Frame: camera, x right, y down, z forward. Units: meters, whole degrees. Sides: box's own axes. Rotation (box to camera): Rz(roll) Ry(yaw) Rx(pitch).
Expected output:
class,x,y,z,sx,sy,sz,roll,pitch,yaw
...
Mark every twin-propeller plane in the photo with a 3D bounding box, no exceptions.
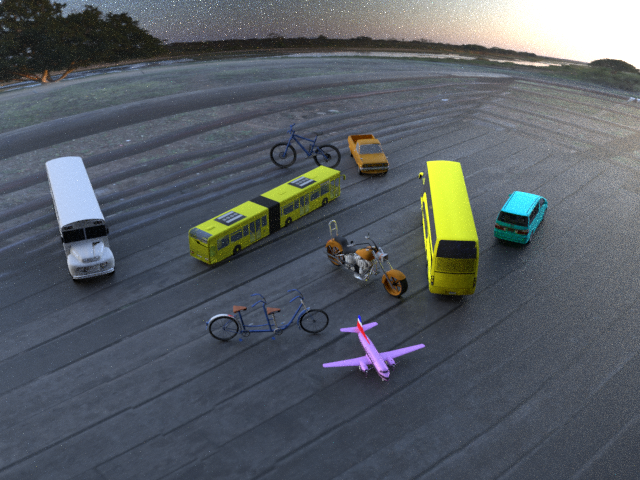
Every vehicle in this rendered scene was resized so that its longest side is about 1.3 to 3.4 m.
class,x,y,z,sx,sy,sz,roll,pitch,yaw
twin-propeller plane,0.660,1.383,8.888,1.370,0.407,1.095,-9,30,-15

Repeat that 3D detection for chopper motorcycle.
class,x,y,z,sx,sy,sz,roll,pitch,yaw
chopper motorcycle,0.678,0.273,10.523,1.563,0.761,0.466,26,38,38

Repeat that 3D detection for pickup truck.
class,x,y,z,sx,sy,sz,roll,pitch,yaw
pickup truck,0.995,-1.860,14.625,0.640,0.511,1.603,-4,29,-7

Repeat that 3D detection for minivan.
class,x,y,z,sx,sy,sz,roll,pitch,yaw
minivan,3.484,-0.481,12.033,0.681,0.616,1.548,15,32,25

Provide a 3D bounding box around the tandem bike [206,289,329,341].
class,x,y,z,sx,sy,sz,roll,pitch,yaw
tandem bike,-0.694,1.010,9.278,1.642,0.682,0.283,-4,29,-7

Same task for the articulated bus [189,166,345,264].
class,x,y,z,sx,sy,sz,roll,pitch,yaw
articulated bus,-0.827,-0.502,12.126,0.605,0.561,3.401,21,36,33

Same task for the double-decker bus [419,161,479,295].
class,x,y,z,sx,sy,sz,roll,pitch,yaw
double-decker bus,2.040,-0.324,11.300,0.756,1.052,3.251,2,29,4

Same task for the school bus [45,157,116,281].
class,x,y,z,sx,sy,sz,roll,pitch,yaw
school bus,-4.045,-0.426,11.698,0.709,0.844,3.322,-12,31,-21

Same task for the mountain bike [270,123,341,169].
class,x,y,z,sx,sy,sz,roll,pitch,yaw
mountain bike,-0.302,-1.855,14.249,1.469,0.868,0.573,3,29,6
